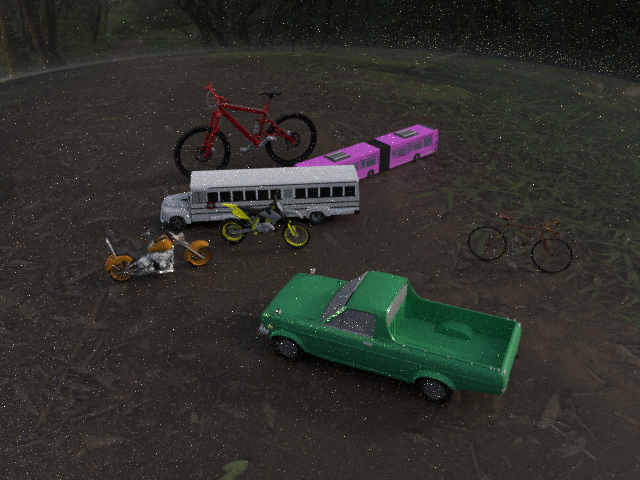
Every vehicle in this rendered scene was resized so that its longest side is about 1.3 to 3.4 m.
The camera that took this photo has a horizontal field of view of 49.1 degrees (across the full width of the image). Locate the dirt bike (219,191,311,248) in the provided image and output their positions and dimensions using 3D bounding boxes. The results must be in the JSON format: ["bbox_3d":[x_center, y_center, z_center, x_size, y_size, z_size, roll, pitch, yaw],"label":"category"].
[{"bbox_3d":[-0.874,-0.280,10.967,1.493,0.857,0.527,4,30,7],"label":"dirt bike"}]

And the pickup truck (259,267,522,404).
[{"bbox_3d":[0.831,1.036,8.548,3.117,0.993,1.244,12,32,20],"label":"pickup truck"}]

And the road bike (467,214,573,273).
[{"bbox_3d":[2.983,0.030,10.435,1.545,0.852,0.358,11,32,19],"label":"road bike"}]

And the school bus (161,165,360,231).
[{"bbox_3d":[-1.013,-0.737,11.772,3.322,0.844,0.709,-3,30,-5],"label":"school bus"}]

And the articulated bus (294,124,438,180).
[{"bbox_3d":[0.944,-1.577,13.513,3.401,0.561,0.605,-22,37,-33],"label":"articulated bus"}]

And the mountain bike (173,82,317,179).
[{"bbox_3d":[-1.378,-2.051,13.207,2.857,1.688,1.114,-12,32,-20],"label":"mountain bike"}]

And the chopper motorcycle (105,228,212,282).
[{"bbox_3d":[-2.368,0.170,10.283,1.563,0.761,0.466,-13,32,-21],"label":"chopper motorcycle"}]
